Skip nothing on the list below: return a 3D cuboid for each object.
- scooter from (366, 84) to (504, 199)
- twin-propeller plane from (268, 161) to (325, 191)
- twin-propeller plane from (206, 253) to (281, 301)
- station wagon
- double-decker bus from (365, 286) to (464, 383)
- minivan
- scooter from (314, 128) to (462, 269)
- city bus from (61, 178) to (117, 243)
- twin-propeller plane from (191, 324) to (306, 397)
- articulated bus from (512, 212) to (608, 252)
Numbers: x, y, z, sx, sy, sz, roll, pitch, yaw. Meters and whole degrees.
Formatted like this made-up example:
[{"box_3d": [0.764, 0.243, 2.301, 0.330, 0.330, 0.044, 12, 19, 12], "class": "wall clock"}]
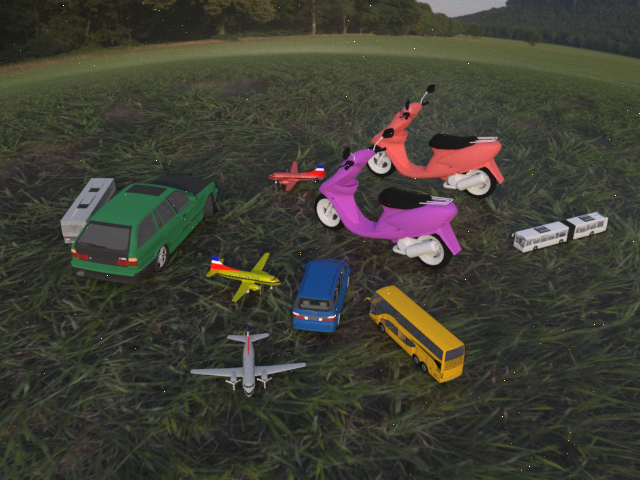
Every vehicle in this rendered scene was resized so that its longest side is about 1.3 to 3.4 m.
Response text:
[{"box_3d": [2.067, -1.780, 12.794, 2.721, 1.786, 1.288, 16, 33, 26], "class": "scooter"}, {"box_3d": [-0.446, -1.247, 13.255, 1.095, 0.407, 1.370, 2, 29, 4], "class": "twin-propeller plane"}, {"box_3d": [-1.082, 0.479, 10.152, 1.095, 0.407, 1.370, 8, 30, 14], "class": "twin-propeller plane"}, {"box_3d": [-2.701, -0.422, 11.244, 1.327, 0.920, 3.105, 8, 30, 14], "class": "station wagon"}, {"box_3d": [1.171, 1.131, 8.844, 0.389, 0.541, 1.672, -15, 32, -25], "class": "double-decker bus"}, {"box_3d": [0.042, 0.646, 9.639, 0.681, 0.616, 1.548, 5, 29, 8], "class": "minivan"}, {"box_3d": [0.975, -0.651, 10.765, 2.721, 1.786, 1.288, 22, 36, 34], "class": "scooter"}, {"box_3d": [-3.883, -0.502, 11.861, 0.476, 0.460, 1.674, 0, 29, 1], "class": "city bus"}, {"box_3d": [-0.858, 1.450, 8.407, 1.370, 0.407, 1.095, -3, 29, -5], "class": "twin-propeller plane"}, {"box_3d": [3.917, -0.136, 11.380, 1.749, 0.289, 0.311, -13, 32, -21], "class": "articulated bus"}]
